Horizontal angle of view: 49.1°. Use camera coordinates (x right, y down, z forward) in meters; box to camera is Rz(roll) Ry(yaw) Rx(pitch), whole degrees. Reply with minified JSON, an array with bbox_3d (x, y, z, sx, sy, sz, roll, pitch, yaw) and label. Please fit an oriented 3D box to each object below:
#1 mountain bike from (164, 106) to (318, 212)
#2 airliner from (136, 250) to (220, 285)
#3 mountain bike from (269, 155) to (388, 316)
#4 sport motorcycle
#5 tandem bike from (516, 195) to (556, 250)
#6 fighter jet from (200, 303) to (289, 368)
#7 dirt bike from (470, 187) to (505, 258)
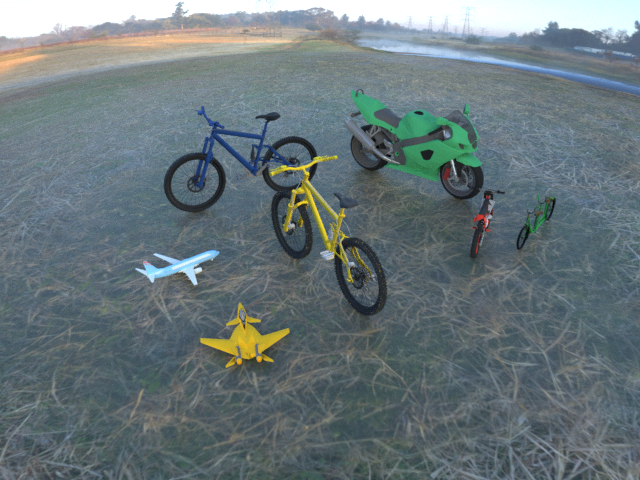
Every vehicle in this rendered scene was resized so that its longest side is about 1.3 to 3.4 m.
[{"bbox_3d":[-1.342,-1.432,12.194,2.857,1.688,1.114,-13,32,-22],"label":"mountain bike"},{"bbox_3d":[-2.047,0.294,10.411,1.307,0.429,1.161,-24,37,-35],"label":"airliner"},{"bbox_3d":[0.052,-0.134,9.891,1.114,1.688,2.857,-18,34,-29],"label":"mountain bike"},{"bbox_3d":[1.729,-1.794,12.929,2.955,1.596,0.983,23,37,34],"label":"sport motorcycle"},{"bbox_3d":[3.552,-0.402,11.390,0.283,0.682,1.642,20,35,31],"label":"tandem bike"},{"bbox_3d":[-0.985,1.118,9.095,1.147,0.286,1.358,-5,30,-9],"label":"fighter jet"},{"bbox_3d":[2.594,-0.354,11.127,0.527,0.857,1.493,11,31,19],"label":"dirt bike"}]
